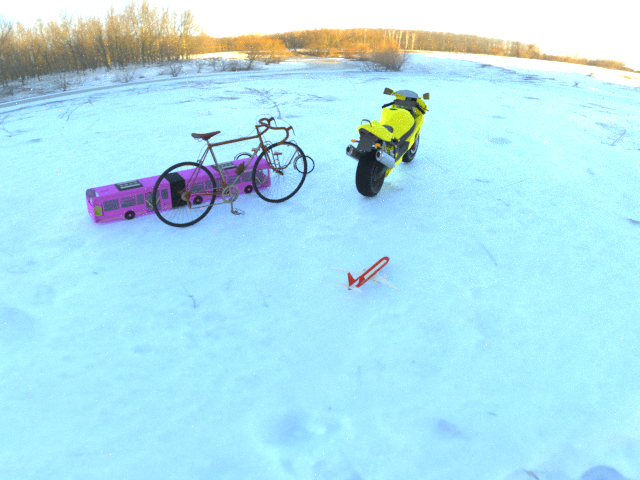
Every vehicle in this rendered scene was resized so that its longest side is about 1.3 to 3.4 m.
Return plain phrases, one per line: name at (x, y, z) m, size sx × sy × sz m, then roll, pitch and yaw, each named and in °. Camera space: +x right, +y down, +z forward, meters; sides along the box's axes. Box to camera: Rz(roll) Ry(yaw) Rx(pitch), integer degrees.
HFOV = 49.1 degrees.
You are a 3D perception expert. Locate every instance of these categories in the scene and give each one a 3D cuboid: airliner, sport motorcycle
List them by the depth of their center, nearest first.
airliner at (0.713, 0.413, 10.198) m, size 1.161 × 0.429 × 1.307 m, roll 16°, pitch 31°, yaw 28°
sport motorcycle at (1.379, -1.944, 13.566) m, size 0.983 × 1.596 × 2.955 m, roll 13°, pitch 30°, yaw 24°

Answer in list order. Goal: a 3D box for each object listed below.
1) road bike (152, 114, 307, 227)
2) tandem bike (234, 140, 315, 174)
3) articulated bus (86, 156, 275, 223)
road bike at (-1.486, -1.204, 12.036) m, size 3.004 × 1.656 × 0.696 m, roll -17°, pitch 31°, yaw -30°
tandem bike at (-0.923, -1.660, 14.017) m, size 1.642 × 0.682 × 0.283 m, roll 3°, pitch 27°, yaw 5°
articulated bus at (-2.471, -0.946, 12.739) m, size 3.401 × 0.561 × 0.605 m, roll -15°, pitch 30°, yaw -27°
